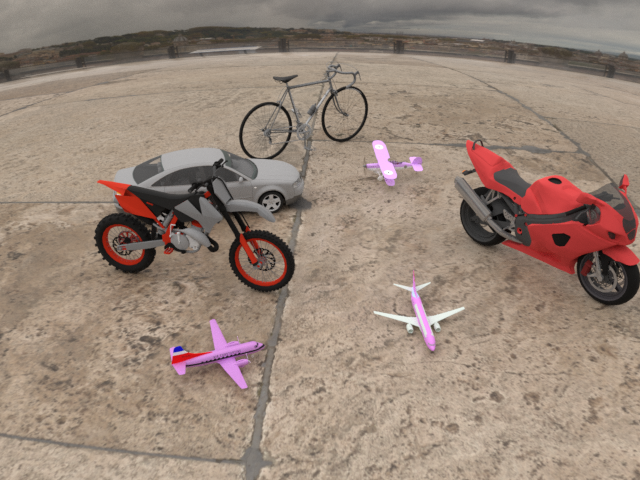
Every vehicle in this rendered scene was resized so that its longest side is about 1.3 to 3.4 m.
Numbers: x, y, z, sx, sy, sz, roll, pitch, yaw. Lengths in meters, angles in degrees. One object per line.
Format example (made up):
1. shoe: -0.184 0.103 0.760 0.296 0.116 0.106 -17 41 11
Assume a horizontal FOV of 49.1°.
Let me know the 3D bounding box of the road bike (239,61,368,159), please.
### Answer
1. road bike: -0.254 -2.511 13.590 3.004 1.656 0.696 -18 33 -30

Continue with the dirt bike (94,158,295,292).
1. dirt bike: -1.728 -0.169 9.294 2.903 1.666 1.024 7 30 13

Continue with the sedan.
1. sedan: -1.817 -0.990 11.554 3.137 0.940 1.235 -7 29 -13

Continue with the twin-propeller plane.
1. twin-propeller plane: -1.149 1.270 7.973 1.095 0.407 1.370 -11 31 -19

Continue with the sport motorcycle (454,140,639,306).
1. sport motorcycle: 3.070 -0.291 9.590 0.983 1.596 2.955 -20 35 -32

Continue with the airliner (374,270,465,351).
1. airliner: 1.268 0.872 8.678 1.161 0.429 1.307 -2 29 -4

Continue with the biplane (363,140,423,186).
1. biplane: 1.312 -1.333 12.635 1.090 0.504 1.336 -3 29 -6
